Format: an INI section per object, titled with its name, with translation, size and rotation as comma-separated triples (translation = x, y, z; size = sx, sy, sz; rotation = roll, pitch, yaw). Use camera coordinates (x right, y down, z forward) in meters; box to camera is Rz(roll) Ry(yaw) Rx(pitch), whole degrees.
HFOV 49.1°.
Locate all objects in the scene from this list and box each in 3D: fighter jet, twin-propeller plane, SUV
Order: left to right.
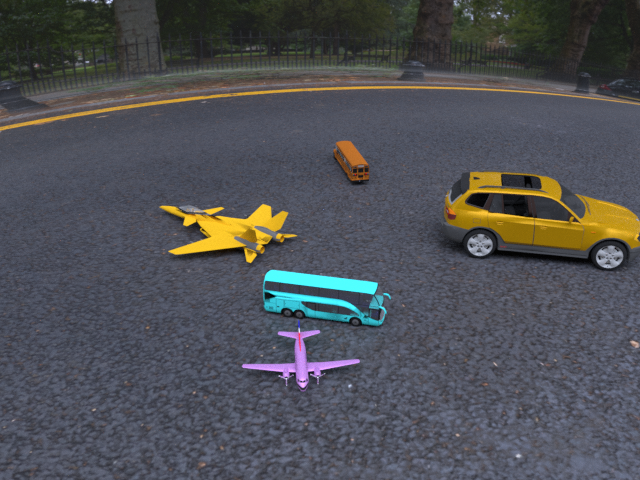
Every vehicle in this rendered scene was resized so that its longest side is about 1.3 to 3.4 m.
[fighter jet]
translation = -1.757, -0.382, 11.528
size = 2.640, 0.557, 2.229
rotation = 19, 32, 32
[twin-propeller plane]
translation = -0.225, 1.368, 8.231
size = 1.370, 0.407, 1.095
rotation = -2, 27, -4
[SUV]
translation = 3.434, -0.390, 10.911
size = 3.058, 1.128, 1.276
rotation = 5, 27, 11

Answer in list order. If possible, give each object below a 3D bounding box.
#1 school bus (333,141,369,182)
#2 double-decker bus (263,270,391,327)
[school bus]
translation = 0.604, -1.609, 14.092
size = 0.365, 0.434, 1.708
rotation = -5, 27, -11
[double-decker bus]
translation = 0.078, 0.773, 9.261
size = 1.672, 0.541, 0.389
rotation = 6, 27, 12
